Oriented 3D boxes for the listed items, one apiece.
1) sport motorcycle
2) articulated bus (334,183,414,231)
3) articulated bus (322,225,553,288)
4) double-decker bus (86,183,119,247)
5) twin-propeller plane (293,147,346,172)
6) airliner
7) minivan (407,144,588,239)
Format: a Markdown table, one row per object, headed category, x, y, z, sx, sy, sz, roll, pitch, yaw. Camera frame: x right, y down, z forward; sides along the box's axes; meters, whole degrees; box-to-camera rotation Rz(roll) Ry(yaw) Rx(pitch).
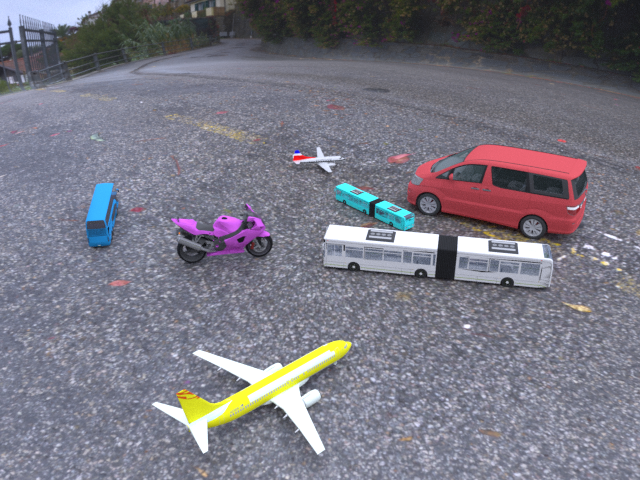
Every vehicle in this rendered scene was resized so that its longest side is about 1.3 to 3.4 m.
| category | x | y | z | sx | sy | sz | roll | pitch | yaw |
| --- | --- | --- | --- | --- | --- | --- | --- | --- | --- |
| sport motorcycle | -1.492 | -0.062 | 10.834 | 1.520 | 0.821 | 0.506 | -5 | 29 | -9 |
| articulated bus | 0.937 | -0.601 | 12.384 | 0.311 | 0.289 | 1.749 | -23 | 36 | -35 |
| articulated bus | 1.714 | 0.236 | 10.558 | 3.401 | 0.561 | 0.605 | 5 | 29 | 10 |
| double-decker bus | -3.678 | -0.465 | 11.869 | 0.389 | 0.541 | 1.672 | -4 | 29 | -8 |
| twin-propeller plane | -0.011 | -1.663 | 14.216 | 1.095 | 0.407 | 1.370 | -5 | 29 | -9 |
| airliner | -0.542 | 1.506 | 7.932 | 2.541 | 0.835 | 2.257 | -24 | 37 | -37 |
| minivan | 3.022 | -0.966 | 12.106 | 3.011 | 1.197 | 1.324 | 15 | 32 | 25 |
